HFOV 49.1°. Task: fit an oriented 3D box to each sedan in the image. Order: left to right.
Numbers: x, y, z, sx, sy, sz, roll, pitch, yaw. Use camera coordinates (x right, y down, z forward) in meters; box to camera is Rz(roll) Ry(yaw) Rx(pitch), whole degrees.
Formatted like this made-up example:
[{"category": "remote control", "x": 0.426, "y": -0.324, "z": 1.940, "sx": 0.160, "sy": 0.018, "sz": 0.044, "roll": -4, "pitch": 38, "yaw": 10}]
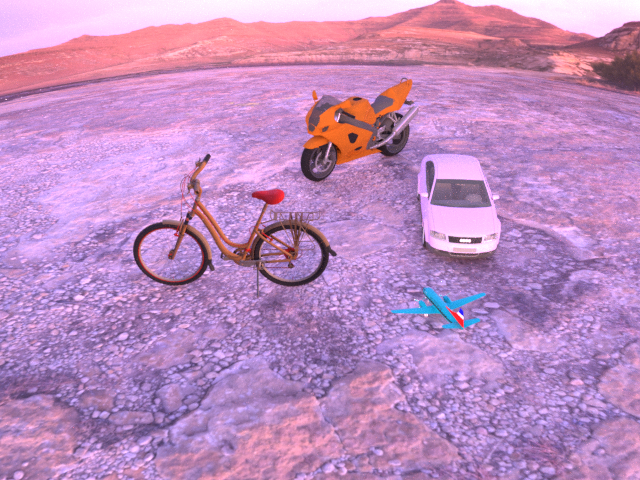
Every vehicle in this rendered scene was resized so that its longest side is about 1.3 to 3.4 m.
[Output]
[{"category": "sedan", "x": 2.243, "y": -0.726, "z": 11.505, "sx": 1.235, "sy": 0.940, "sz": 3.137, "roll": 2, "pitch": 27, "yaw": 4}]

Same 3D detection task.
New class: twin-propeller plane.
[{"category": "twin-propeller plane", "x": 1.593, "y": 0.834, "z": 9.068, "sx": 1.370, "sy": 0.407, "sz": 1.095, "roll": -9, "pitch": 29, "yaw": -17}]

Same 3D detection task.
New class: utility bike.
[{"category": "utility bike", "x": -1.164, "y": -0.099, "z": 9.314, "sx": 2.791, "sy": 1.839, "sz": 1.039, "roll": 0, "pitch": 27, "yaw": 0}]

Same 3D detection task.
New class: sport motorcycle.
[{"category": "sport motorcycle", "x": 0.757, "y": -2.170, "z": 13.585, "sx": 2.955, "sy": 1.596, "sz": 0.983, "roll": -23, "pitch": 35, "yaw": -37}]
